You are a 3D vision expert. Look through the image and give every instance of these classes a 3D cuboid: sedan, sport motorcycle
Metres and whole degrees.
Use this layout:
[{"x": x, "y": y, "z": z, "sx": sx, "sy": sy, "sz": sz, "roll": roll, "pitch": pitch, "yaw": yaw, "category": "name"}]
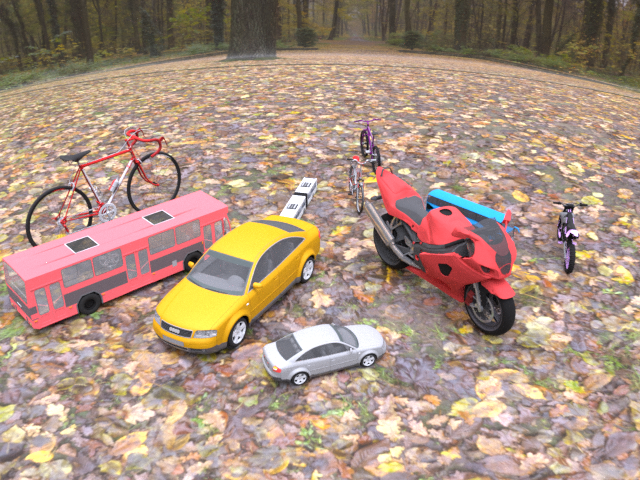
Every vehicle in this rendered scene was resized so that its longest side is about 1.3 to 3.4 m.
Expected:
[{"x": 0.069, "y": 1.354, "z": 8.832, "sx": 1.613, "sy": 0.483, "sz": 0.635, "roll": -11, "pitch": 31, "yaw": -19, "category": "sedan"}, {"x": 1.689, "y": 0.104, "z": 9.923, "sx": 0.983, "sy": 1.596, "sz": 2.955, "roll": -17, "pitch": 34, "yaw": -28, "category": "sport motorcycle"}, {"x": -1.105, "y": 0.452, "z": 9.973, "sx": 1.235, "sy": 0.940, "sz": 3.137, "roll": 15, "pitch": 33, "yaw": 25, "category": "sedan"}]

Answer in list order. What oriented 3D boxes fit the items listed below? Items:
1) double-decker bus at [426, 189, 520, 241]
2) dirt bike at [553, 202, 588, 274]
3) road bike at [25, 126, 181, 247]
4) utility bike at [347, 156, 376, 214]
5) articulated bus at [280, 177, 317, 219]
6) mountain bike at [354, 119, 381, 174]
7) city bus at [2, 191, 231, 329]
[{"x": 2.530, "y": -0.346, "z": 11.801, "sx": 0.389, "sy": 0.541, "sz": 1.672, "roll": -26, "pitch": 38, "yaw": -38, "category": "double-decker bus"}, {"x": 3.921, "y": -0.136, "z": 11.104, "sx": 0.527, "sy": 0.857, "sz": 1.493, "roll": 5, "pitch": 30, "yaw": 9, "category": "dirt bike"}, {"x": -3.509, "y": -0.862, "z": 11.582, "sx": 0.697, "sy": 1.656, "sz": 3.004, "roll": 23, "pitch": 37, "yaw": 35, "category": "road bike"}, {"x": 0.715, "y": -1.129, "z": 12.783, "sx": 0.535, "sy": 0.946, "sz": 1.435, "roll": -3, "pitch": 29, "yaw": -6, "category": "utility bike"}, {"x": -0.385, "y": -0.669, "z": 12.636, "sx": 0.311, "sy": 0.289, "sz": 1.749, "roll": 7, "pitch": 30, "yaw": 12, "category": "articulated bus"}, {"x": 1.033, "y": -1.960, "z": 14.344, "sx": 0.573, "sy": 0.868, "sz": 1.469, "roll": -6, "pitch": 30, "yaw": -10, "category": "mountain bike"}, {"x": -2.872, "y": 0.246, "z": 10.386, "sx": 3.255, "sy": 0.894, "sz": 0.926, "roll": -24, "pitch": 37, "yaw": -36, "category": "city bus"}]
